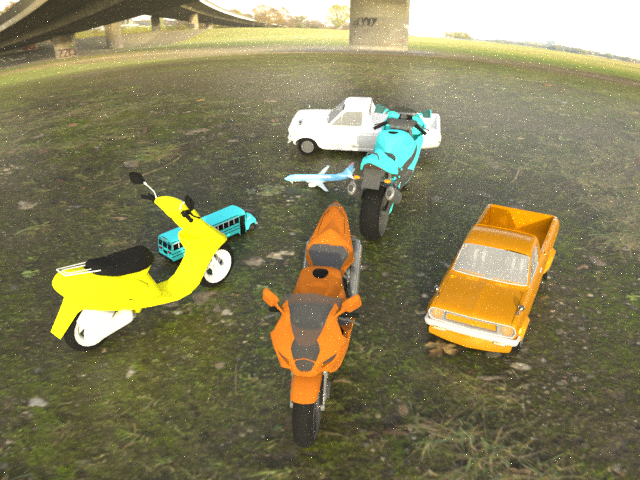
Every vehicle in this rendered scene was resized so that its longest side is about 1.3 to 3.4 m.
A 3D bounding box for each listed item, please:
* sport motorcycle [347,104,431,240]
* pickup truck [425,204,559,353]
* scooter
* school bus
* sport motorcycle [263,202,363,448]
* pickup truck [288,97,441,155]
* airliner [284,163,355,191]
[{"bbox_3d":[1.163,-1.191,11.530,0.983,1.596,2.955,9,30,16],"label":"sport motorcycle"},{"bbox_3d":[2.409,0.318,9.408,1.244,0.993,3.117,13,31,22],"label":"pickup truck"},{"bbox_3d":[-2.157,0.213,8.777,1.288,1.786,2.721,24,37,36],"label":"scooter"},{"bbox_3d":[-1.693,-0.140,10.823,0.365,0.434,1.708,25,37,37],"label":"school bus"},{"bbox_3d":[0.013,0.839,7.834,0.983,1.596,2.955,4,29,6],"label":"sport motorcycle"},{"bbox_3d":[0.912,-2.323,14.217,3.117,0.993,1.244,4,29,7],"label":"pickup truck"},{"bbox_3d":[-0.004,-1.224,12.801,1.307,0.429,1.161,1,29,2],"label":"airliner"}]
